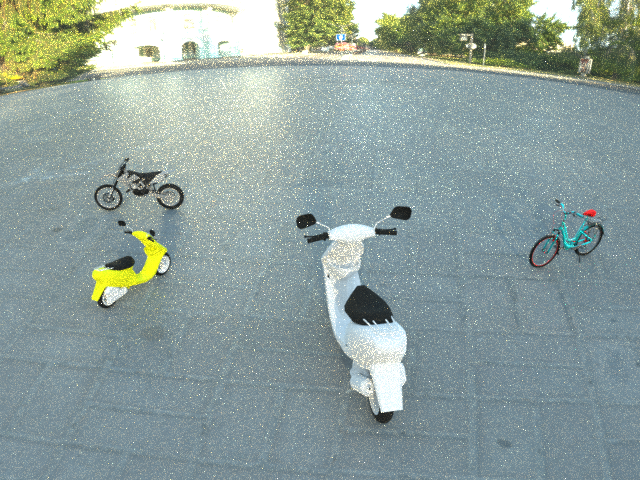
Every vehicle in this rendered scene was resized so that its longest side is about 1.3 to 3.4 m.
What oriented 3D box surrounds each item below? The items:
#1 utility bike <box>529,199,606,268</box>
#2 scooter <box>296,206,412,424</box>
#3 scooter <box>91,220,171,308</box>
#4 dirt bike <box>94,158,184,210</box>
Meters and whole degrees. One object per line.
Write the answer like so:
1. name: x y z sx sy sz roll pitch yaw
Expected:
1. utility bike: 3.619 -0.086 10.001 1.435 0.946 0.535 -13 29 -23
2. scooter: 0.432 0.617 7.683 1.288 1.786 2.721 -5 27 -10
3. scooter: -2.504 0.280 9.309 0.662 0.919 1.399 15 31 28
4. dirt bike: -3.041 -0.894 11.693 1.493 0.857 0.527 -2 27 -3
